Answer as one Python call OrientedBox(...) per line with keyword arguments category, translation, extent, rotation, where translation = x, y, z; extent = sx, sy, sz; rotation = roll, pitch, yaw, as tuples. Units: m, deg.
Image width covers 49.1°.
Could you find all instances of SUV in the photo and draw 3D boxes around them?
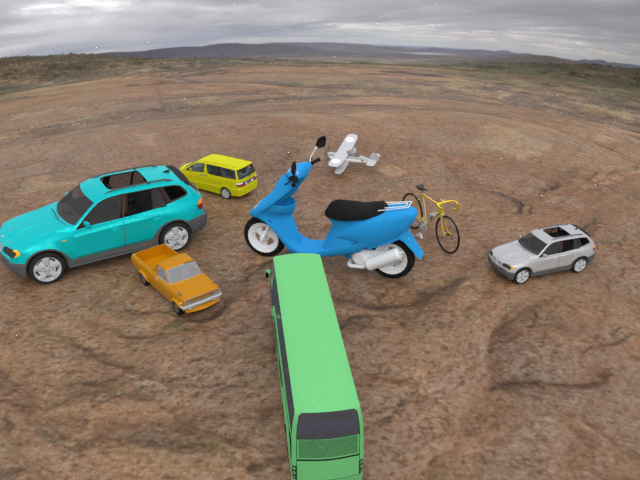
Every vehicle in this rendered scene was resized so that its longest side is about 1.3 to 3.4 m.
OrientedBox(category="SUV", translation=(3.220, 0.157, 10.136), extent=(1.572, 0.580, 0.656), rotation=(-9, 29, -17))
OrientedBox(category="SUV", translation=(-3.240, -0.341, 10.502), extent=(3.058, 1.128, 1.276), rotation=(-15, 31, -27))

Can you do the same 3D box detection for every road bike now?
OrientedBox(category="road bike", translation=(1.707, -0.387, 10.892), extent=(0.358, 0.852, 1.545), rotation=(-13, 30, -24))

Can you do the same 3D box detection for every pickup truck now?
OrientedBox(category="pickup truck", translation=(-2.001, 0.463, 9.621), extent=(0.640, 0.511, 1.603), rotation=(-20, 34, -34))

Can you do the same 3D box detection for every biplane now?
OrientedBox(category="biplane", translation=(0.606, -1.596, 13.603), extent=(1.090, 0.504, 1.336), rotation=(9, 29, 17))

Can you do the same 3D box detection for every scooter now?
OrientedBox(category="scooter", translation=(0.143, -0.403, 9.906), extent=(2.721, 1.786, 1.288), rotation=(9, 29, 17))

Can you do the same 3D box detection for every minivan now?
OrientedBox(category="minivan", translation=(-1.906, -1.214, 12.745), extent=(1.548, 0.616, 0.681), rotation=(15, 31, 27))

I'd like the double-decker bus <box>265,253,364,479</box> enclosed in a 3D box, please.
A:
OrientedBox(category="double-decker bus", translation=(-0.127, 1.192, 7.625), extent=(0.756, 1.052, 3.251), rotation=(-3, 28, -6))
